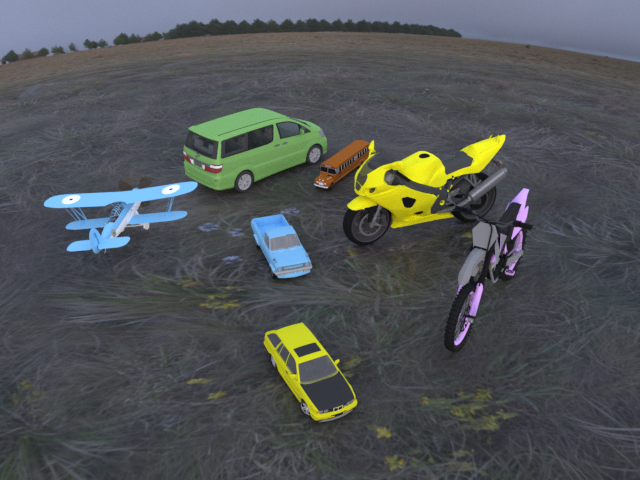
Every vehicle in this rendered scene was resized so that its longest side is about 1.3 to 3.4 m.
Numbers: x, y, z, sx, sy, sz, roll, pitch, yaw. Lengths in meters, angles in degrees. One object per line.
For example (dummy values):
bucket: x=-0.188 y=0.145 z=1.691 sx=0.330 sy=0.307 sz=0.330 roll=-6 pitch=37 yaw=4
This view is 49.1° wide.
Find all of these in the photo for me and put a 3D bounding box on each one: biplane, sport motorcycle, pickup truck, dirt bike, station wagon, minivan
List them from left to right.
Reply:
biplane: x=-3.284 y=-0.343 z=11.247 sx=2.598 sy=0.981 sz=2.120 roll=3 pitch=30 yaw=5
minivan: x=-1.190 y=-1.914 z=13.745 sx=3.011 sy=1.197 sz=1.324 roll=-26 pitch=39 yaw=-37
pickup truck: x=-0.635 y=0.035 z=11.064 sx=0.640 sy=0.511 sz=1.603 roll=-10 pitch=31 yaw=-16
station wagon: x=-0.138 y=1.535 z=8.509 sx=0.682 sy=0.473 sz=1.597 roll=-14 pitch=33 yaw=-23
sport motorcycle: x=1.728 y=-0.846 z=11.502 sx=2.955 sy=1.596 sz=0.983 roll=-12 pitch=32 yaw=-20
dirt bike: x=2.359 y=0.259 z=9.523 sx=1.024 sy=1.666 sz=2.903 roll=17 pitch=34 yaw=27

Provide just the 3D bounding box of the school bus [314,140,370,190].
school bus: x=0.443 y=-1.486 z=13.768 sx=0.365 sy=0.434 sz=1.708 roll=17 pitch=34 yaw=26
